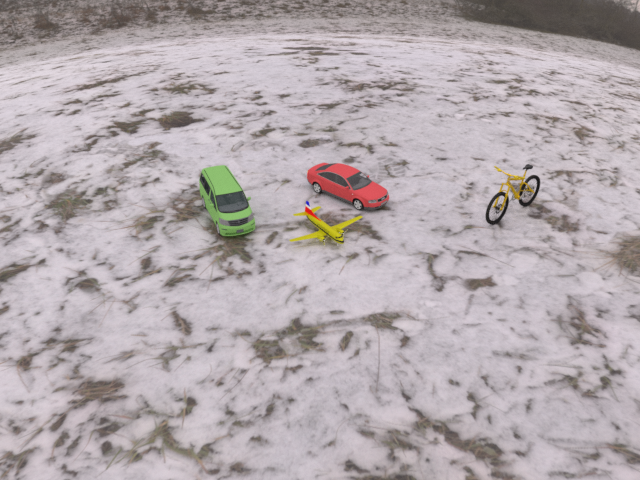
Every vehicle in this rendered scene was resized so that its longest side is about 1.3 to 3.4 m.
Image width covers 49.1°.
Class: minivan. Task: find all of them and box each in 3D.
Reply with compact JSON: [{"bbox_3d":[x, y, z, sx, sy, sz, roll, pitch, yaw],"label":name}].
[{"bbox_3d":[-1.539,-0.652,11.469,0.681,0.616,1.548,-12,33,-19],"label":"minivan"}]

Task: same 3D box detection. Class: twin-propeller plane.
[{"bbox_3d":[0.056,-0.252,11.016,1.370,0.407,1.095,-19,36,-28],"label":"twin-propeller plane"}]

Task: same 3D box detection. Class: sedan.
[{"bbox_3d":[0.479,-0.988,12.142,1.613,0.483,0.635,25,40,35],"label":"sedan"}]

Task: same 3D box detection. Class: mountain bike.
[{"bbox_3d":[3.196,-0.804,11.475,1.469,0.868,0.573,-25,40,-35],"label":"mountain bike"}]
